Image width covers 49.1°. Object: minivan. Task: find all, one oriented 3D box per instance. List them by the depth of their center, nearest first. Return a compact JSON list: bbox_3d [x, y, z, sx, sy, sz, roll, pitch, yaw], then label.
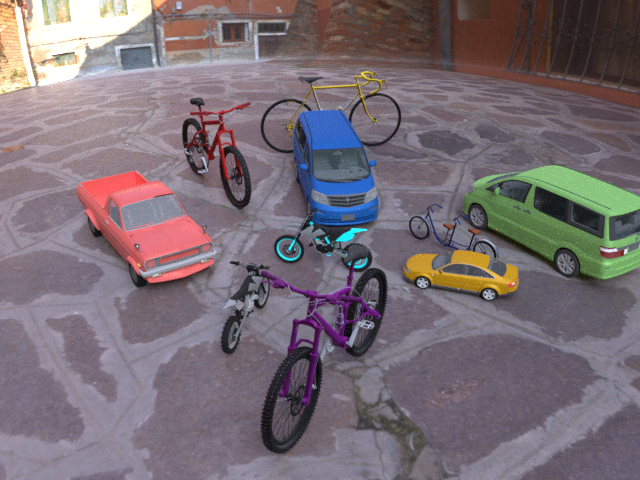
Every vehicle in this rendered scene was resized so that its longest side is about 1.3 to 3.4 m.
[{"bbox_3d":[3.571,-0.475,10.831,1.324,1.197,3.011,-17,32,-28],"label":"minivan"},{"bbox_3d":[0.223,-1.332,12.445,1.324,1.197,3.011,-4,28,-8],"label":"minivan"}]

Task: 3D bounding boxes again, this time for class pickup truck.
[{"bbox_3d":[-2.773,-0.365,10.840,1.244,0.993,3.117,-17,33,-29],"label":"pickup truck"}]

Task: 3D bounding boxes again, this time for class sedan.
[{"bbox_3d":[1.984,0.426,9.892,1.613,0.483,0.635,9,29,17],"label":"sedan"}]

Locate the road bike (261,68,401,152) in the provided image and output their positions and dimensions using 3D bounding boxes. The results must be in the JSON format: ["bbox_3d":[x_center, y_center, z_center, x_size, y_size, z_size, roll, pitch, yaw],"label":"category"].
[{"bbox_3d":[0.257,-2.648,14.436,3.004,1.656,0.697,-6,29,-11],"label":"road bike"}]

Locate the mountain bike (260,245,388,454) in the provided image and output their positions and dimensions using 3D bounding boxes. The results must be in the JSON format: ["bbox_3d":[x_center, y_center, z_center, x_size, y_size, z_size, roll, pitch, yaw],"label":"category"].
[{"bbox_3d":[0.138,0.967,7.587,1.114,1.688,2.857,14,31,24],"label":"mountain bike"}]

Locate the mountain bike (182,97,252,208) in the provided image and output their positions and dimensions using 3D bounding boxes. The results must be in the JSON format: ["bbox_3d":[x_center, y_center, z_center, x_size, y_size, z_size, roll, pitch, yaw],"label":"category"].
[{"bbox_3d":[-1.939,-1.707,12.629,1.114,1.688,2.857,-16,32,-27],"label":"mountain bike"}]

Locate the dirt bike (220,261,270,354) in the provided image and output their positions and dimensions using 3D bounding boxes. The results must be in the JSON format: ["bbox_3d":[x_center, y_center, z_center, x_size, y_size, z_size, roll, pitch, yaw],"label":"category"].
[{"bbox_3d":[-0.937,0.751,8.881,0.527,0.857,1.493,8,29,15],"label":"dirt bike"}]

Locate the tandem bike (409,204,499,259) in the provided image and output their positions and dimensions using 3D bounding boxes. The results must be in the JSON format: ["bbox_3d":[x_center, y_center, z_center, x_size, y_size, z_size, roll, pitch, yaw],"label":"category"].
[{"bbox_3d":[2.023,-0.114,10.699,1.642,0.682,0.283,24,36,38],"label":"tandem bike"}]

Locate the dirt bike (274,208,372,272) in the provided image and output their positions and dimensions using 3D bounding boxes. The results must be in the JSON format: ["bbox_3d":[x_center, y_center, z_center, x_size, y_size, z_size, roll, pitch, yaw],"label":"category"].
[{"bbox_3d":[0.035,0.030,10.241,1.493,0.857,0.527,7,29,12],"label":"dirt bike"}]
